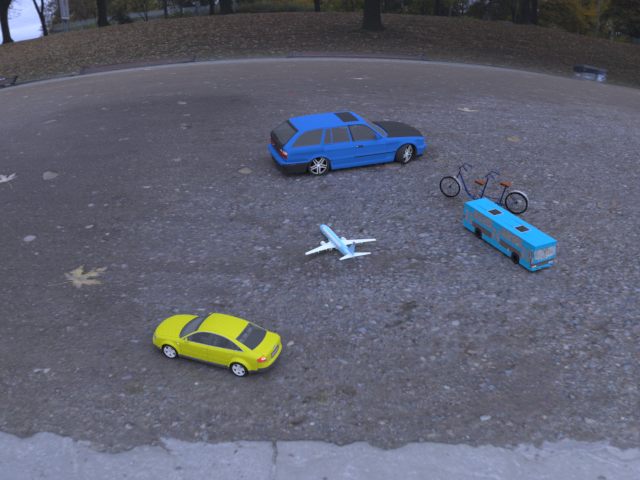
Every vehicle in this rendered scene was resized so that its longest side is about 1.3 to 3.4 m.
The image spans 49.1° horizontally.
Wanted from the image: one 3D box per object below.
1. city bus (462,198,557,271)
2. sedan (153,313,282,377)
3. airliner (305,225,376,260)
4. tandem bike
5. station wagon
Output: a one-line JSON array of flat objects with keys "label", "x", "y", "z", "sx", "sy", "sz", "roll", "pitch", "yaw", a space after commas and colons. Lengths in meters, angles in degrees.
[{"label": "city bus", "x": 2.865, "y": -0.095, "z": 10.741, "sx": 0.476, "sy": 0.460, "sz": 1.674, "roll": -13, "pitch": 31, "yaw": -23}, {"label": "sedan", "x": -1.252, "y": 1.167, "z": 8.381, "sx": 1.613, "sy": 0.483, "sz": 0.635, "roll": 10, "pitch": 30, "yaw": 18}, {"label": "airliner", "x": 0.266, "y": -0.048, "z": 10.688, "sx": 1.161, "sy": 0.429, "sz": 1.307, "roll": -11, "pitch": 30, "yaw": -20}, {"label": "tandem bike", "x": 2.811, "y": -0.895, "z": 11.990, "sx": 1.642, "sy": 0.682, "sz": 0.283, "roll": 17, "pitch": 33, "yaw": 29}, {"label": "station wagon", "x": 0.571, "y": -2.003, "z": 13.790, "sx": 3.105, "sy": 0.920, "sz": 1.327, "roll": -9, "pitch": 30, "yaw": -17}]
